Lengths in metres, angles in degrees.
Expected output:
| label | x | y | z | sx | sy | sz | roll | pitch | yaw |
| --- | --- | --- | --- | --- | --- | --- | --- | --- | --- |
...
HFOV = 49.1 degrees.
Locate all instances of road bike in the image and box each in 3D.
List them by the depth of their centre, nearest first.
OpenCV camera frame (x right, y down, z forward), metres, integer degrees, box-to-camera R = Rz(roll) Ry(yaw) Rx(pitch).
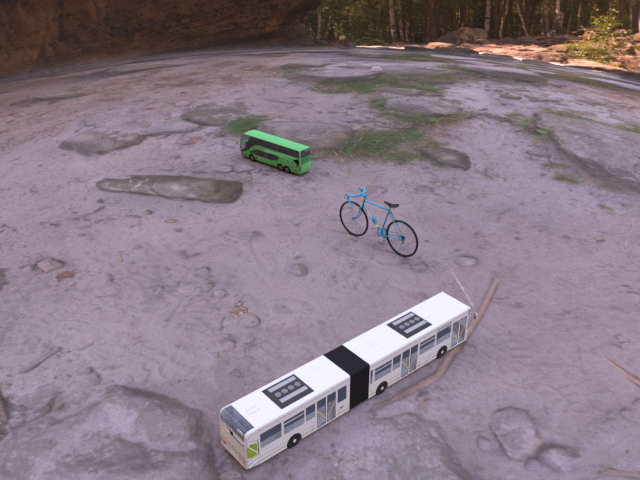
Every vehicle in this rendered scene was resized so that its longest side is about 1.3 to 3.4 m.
| label | x | y | z | sx | sy | sz | roll | pitch | yaw |
| --- | --- | --- | --- | --- | --- | --- | --- | --- | --- |
| road bike | 0.883 | -0.288 | 10.741 | 1.545 | 0.852 | 0.358 | 24 | 38 | 36 |

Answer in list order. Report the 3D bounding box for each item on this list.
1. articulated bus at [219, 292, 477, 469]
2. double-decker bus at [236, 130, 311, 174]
| label | x | y | z | sx | sy | sz | roll | pitch | yaw |
| --- | --- | --- | --- | --- | --- | --- | --- | --- | --- |
| articulated bus | 0.433 | 1.473 | 7.915 | 3.401 | 0.561 | 0.605 | -22 | 36 | -34 |
| double-decker bus | -0.900 | -1.723 | 13.599 | 1.672 | 0.541 | 0.389 | 22 | 36 | 33 |
